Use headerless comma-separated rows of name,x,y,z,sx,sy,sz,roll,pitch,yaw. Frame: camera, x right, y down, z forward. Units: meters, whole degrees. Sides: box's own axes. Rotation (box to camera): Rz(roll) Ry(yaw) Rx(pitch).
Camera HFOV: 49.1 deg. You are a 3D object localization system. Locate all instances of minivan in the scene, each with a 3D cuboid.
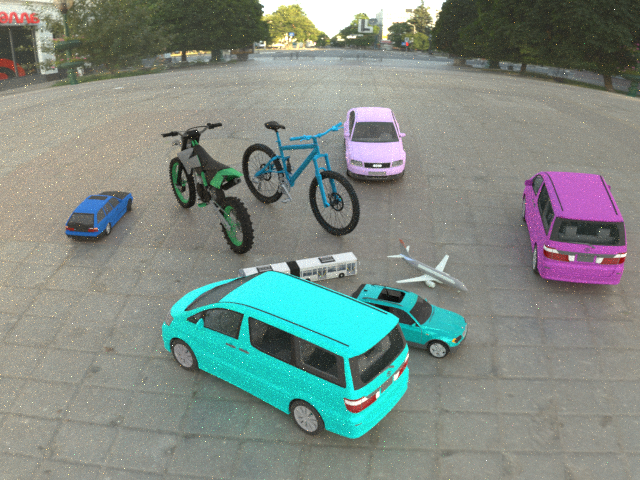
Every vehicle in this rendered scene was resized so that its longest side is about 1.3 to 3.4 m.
minivan,3.861,-0.410,10.821,1.324,1.197,3.011,4,28,9
minivan,-0.497,1.079,7.948,3.011,1.197,1.324,19,33,32

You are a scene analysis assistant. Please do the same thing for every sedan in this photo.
sedan,1.096,-2.128,14.414,1.235,0.940,3.137,0,27,1

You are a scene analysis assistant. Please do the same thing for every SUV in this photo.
SUV,1.068,0.972,8.825,1.572,0.580,0.656,10,29,19

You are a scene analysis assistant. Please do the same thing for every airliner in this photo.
airliner,1.614,0.380,10.130,1.161,0.429,1.307,-23,35,-37

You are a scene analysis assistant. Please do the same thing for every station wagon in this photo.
station wagon,-3.695,-0.515,11.809,0.682,0.473,1.597,4,28,7

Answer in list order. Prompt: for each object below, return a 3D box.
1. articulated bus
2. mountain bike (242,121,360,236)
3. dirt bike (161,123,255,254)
articulated bus,-0.296,0.462,10.125,1.749,0.289,0.311,-8,29,-16
mountain bike,-0.398,-1.147,11.709,1.114,1.688,2.857,-24,36,-38
dirt bike,-1.862,-0.942,11.337,1.024,1.666,2.903,-17,32,-30
